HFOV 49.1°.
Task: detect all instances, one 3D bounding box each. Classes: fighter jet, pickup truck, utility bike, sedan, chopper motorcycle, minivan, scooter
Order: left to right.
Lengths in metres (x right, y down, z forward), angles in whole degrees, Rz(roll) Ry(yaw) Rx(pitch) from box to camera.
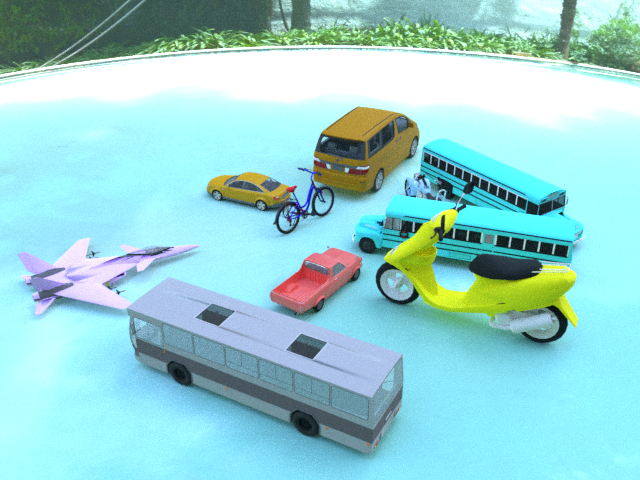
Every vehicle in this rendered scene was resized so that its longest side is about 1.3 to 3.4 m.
[{"bbox_3d":[-3.021,0.278,10.401,2.640,0.557,2.229,-17,34,-27],"label":"fighter jet"},{"bbox_3d":[-1.311,-0.954,12.644,1.613,0.483,0.635,13,32,22],"label":"sedan"},{"bbox_3d":[-0.293,-0.698,11.725,0.535,0.946,1.435,25,38,37],"label":"utility bike"},{"bbox_3d":[-0.023,0.523,10.017,0.640,0.511,1.603,19,35,30],"label":"pickup truck"},{"bbox_3d":[0.990,-1.934,13.645,1.324,1.197,3.011,14,33,23],"label":"minivan"},{"bbox_3d":[1.814,-0.820,12.126,0.466,0.761,1.563,-7,30,-13],"label":"chopper motorcycle"},{"bbox_3d":[2.007,0.331,9.063,2.721,1.786,1.288,14,32,23],"label":"scooter"}]

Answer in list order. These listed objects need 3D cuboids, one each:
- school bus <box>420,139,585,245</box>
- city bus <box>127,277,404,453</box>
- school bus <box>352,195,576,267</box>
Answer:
[{"bbox_3d":[3.082,-0.844,12.085,0.709,0.844,3.322,-19,35,-30],"label":"school bus"},{"bbox_3d":[-0.693,1.394,8.096,3.255,0.894,0.926,15,33,25],"label":"city bus"},{"bbox_3d":[2.141,-0.080,10.741,3.322,0.844,0.709,10,31,16],"label":"school bus"}]
